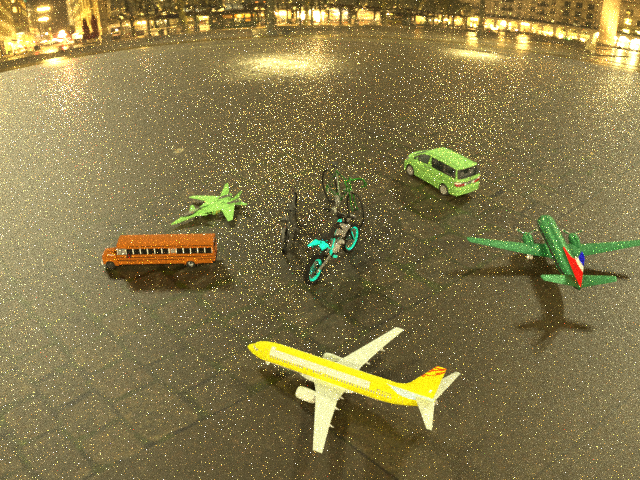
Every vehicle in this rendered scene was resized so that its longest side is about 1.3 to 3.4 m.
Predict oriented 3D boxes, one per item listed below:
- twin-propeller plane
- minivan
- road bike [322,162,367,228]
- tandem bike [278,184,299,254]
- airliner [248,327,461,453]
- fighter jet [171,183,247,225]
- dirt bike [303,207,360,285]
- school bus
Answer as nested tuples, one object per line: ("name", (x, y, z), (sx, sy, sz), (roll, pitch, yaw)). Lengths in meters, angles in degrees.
("twin-propeller plane", (3.535, 0.055, 10.294), (2.663, 0.792, 2.129), (1, 31, 1))
("minivan", (2.192, -1.328, 12.733), (0.681, 0.616, 1.548), (-18, 36, -27))
("road bike", (0.370, -0.820, 11.673), (0.358, 0.852, 1.545), (-14, 34, -22))
("tandem bike", (-0.488, -0.401, 11.149), (0.283, 0.682, 1.642), (3, 31, 5))
("airliner", (0.237, 1.413, 8.024), (2.541, 0.835, 2.257), (15, 34, 23))
("fighter jet", (-1.945, -0.565, 11.798), (1.358, 0.286, 1.147), (-26, 40, -36))
("dirt bike", (0.189, 0.031, 10.271), (0.527, 0.857, 1.493), (19, 36, 28))
("school bus", (-2.408, 0.158, 10.468), (1.708, 0.434, 0.365), (-1, 31, -2))
